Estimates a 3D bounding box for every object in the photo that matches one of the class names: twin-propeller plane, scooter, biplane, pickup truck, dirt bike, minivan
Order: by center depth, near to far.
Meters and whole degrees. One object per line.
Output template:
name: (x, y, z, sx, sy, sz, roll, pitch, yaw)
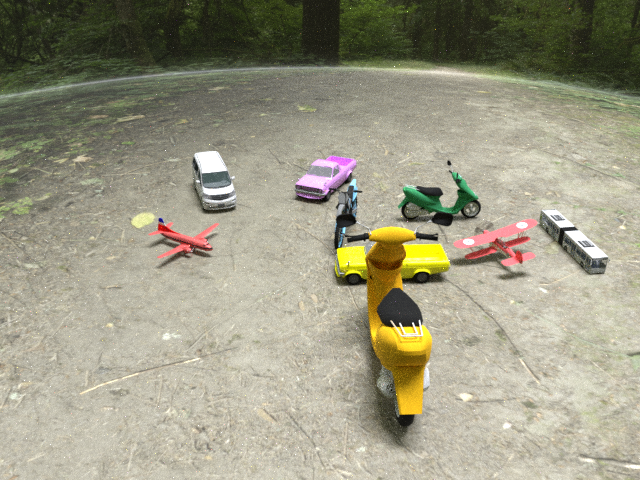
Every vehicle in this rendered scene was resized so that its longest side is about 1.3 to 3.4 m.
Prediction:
scooter: (0.825, 0.648, 7.731, 1.288, 1.786, 2.721, -1, 27, -2)
pickup truck: (1.014, 0.259, 9.937, 1.603, 0.511, 0.640, -1, 27, -3)
biplane: (2.647, 0.100, 10.262, 1.336, 0.504, 1.090, -8, 28, -16)
twin-propeller plane: (-2.068, -0.052, 10.674, 1.095, 0.407, 1.370, 15, 30, 28)
dirt bike: (0.423, -0.465, 10.998, 0.527, 0.857, 1.493, 6, 27, 12)
scooter: (1.994, -0.772, 11.543, 1.399, 0.919, 0.662, -2, 27, -3)
minivan: (-1.902, -1.061, 12.461, 0.681, 0.616, 1.548, -8, 28, -15)
pickup truck: (0.122, -1.208, 12.873, 0.640, 0.511, 1.603, 12, 29, 22)

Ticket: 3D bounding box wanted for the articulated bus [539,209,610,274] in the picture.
articulated bus: (3.851, -0.009, 10.722, 0.311, 0.289, 1.749, -4, 27, -8)
